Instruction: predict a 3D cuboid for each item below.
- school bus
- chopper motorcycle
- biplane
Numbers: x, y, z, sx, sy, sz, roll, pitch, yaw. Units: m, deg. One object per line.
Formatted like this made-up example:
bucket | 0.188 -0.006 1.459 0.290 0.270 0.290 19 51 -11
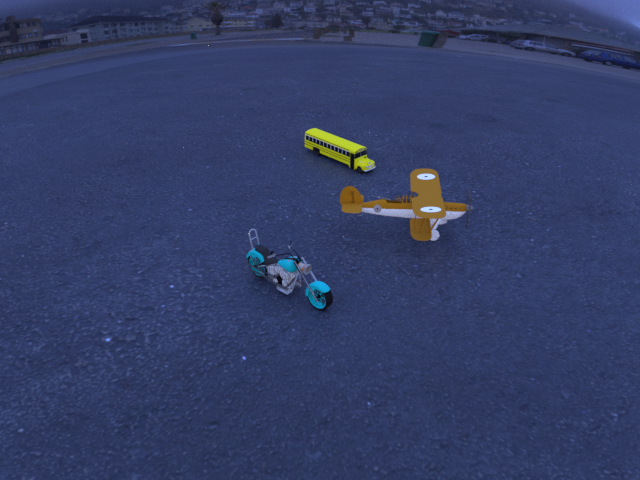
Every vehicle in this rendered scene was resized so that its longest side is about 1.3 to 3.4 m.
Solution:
school bus | 0.390 -1.776 13.873 0.365 0.434 1.708 -26 39 -37
chopper motorcycle | -0.451 0.406 9.785 1.563 0.761 0.466 24 38 35
biplane | 1.378 -0.544 11.205 2.120 0.981 2.598 3 30 5
